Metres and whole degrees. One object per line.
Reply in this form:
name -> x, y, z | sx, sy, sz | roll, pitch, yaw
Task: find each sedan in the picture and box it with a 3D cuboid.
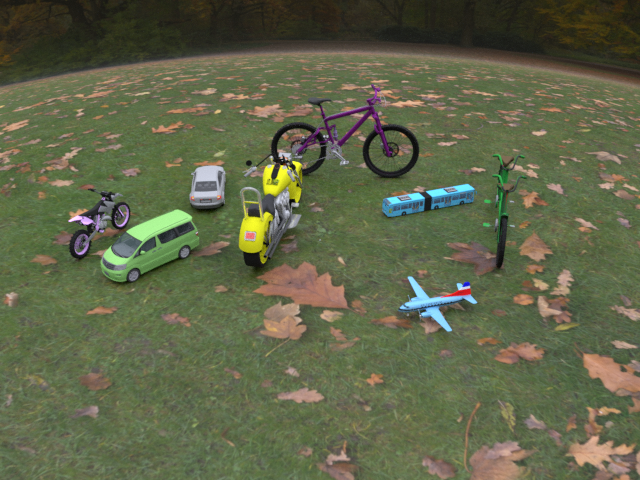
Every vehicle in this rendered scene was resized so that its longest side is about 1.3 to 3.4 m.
sedan -> -2.063, -1.057, 12.903 | 0.635, 0.483, 1.613 | -3, 30, -4

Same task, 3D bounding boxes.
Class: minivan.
minivan -> -2.622, 0.079, 10.761 | 0.681, 0.616, 1.548 | 25, 38, 37

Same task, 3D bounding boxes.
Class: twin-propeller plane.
twin-propeller plane -> 1.590, 0.821, 9.664 | 1.095, 0.407, 1.370 | -8, 31, -14

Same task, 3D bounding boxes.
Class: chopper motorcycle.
chopper motorcycle -> -0.721, -0.751, 11.352 | 0.906, 1.480, 3.040 | 6, 30, 10

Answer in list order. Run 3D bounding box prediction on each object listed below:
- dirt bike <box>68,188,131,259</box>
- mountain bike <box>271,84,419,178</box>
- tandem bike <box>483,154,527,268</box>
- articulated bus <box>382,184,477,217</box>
dirt bike -> -3.550, -0.340, 11.258 | 0.527, 0.857, 1.493 | 12, 32, 20
mountain bike -> 0.475, -1.987, 13.323 | 2.857, 1.688, 1.114 | 2, 30, 3
tandem bike -> 3.032, -0.769, 11.541 | 0.550, 1.326, 3.192 | 6, 30, 11
articulated bus -> 1.955, -0.706, 12.481 | 1.749, 0.289, 0.311 | -11, 31, -18
